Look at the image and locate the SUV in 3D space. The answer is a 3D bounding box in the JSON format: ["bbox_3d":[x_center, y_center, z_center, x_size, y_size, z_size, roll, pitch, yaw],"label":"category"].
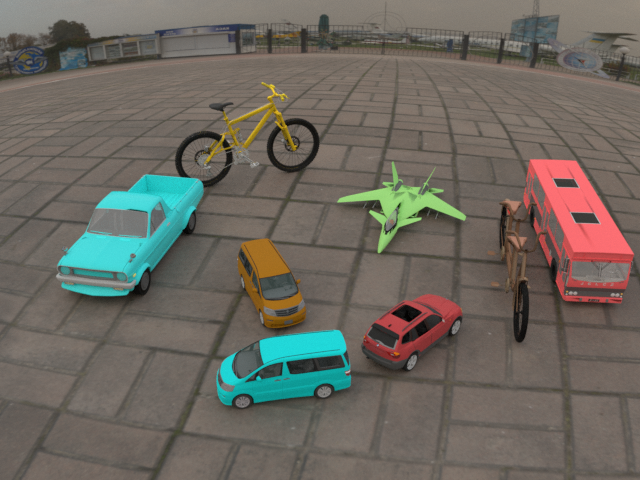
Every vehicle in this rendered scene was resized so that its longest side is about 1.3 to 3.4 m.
[{"bbox_3d":[1.195,1.071,8.857,0.656,0.580,1.572,24,37,36],"label":"SUV"}]

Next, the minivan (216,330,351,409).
[{"bbox_3d":[-0.429,1.468,8.106,1.548,0.616,0.681,-5,29,-9],"label":"minivan"}]

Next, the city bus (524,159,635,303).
[{"bbox_3d":[3.875,-0.218,10.851,0.926,0.894,3.255,2,29,4],"label":"city bus"}]

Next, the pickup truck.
[{"bbox_3d":[-2.822,-0.253,10.812,1.244,0.993,3.117,5,30,10],"label":"pickup truck"}]

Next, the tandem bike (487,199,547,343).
[{"bbox_3d":[2.736,0.106,9.825,0.550,1.326,3.192,4,29,7],"label":"tandem bike"}]

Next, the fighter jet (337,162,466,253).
[{"bbox_3d":[1.319,-0.559,11.811,2.229,0.557,2.640,9,30,16],"label":"fighter jet"}]

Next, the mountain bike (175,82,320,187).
[{"bbox_3d":[-1.324,-1.920,13.096,2.857,1.688,1.114,-12,31,-20],"label":"mountain bike"}]

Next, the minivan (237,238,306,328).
[{"bbox_3d":[-0.688,0.582,9.700,0.681,0.616,1.548,-11,31,-18],"label":"minivan"}]
